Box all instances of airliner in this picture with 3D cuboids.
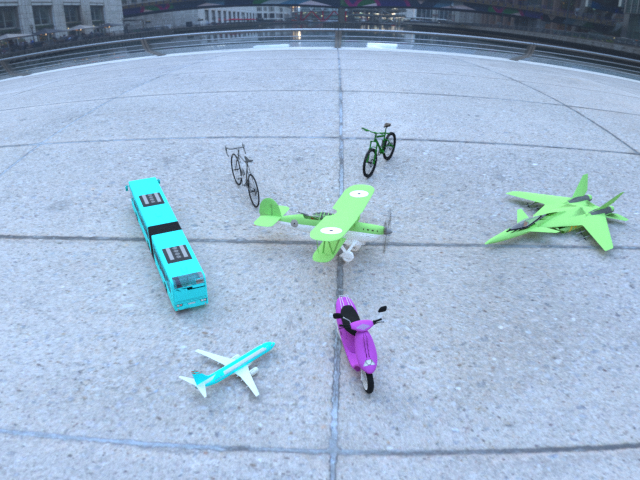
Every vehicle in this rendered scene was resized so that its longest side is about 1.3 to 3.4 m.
[{"bbox_3d":[-1.031,1.451,8.468,1.161,0.429,1.307,26,40,37],"label":"airliner"}]

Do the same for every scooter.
[{"bbox_3d":[0.433,1.126,8.536,0.662,0.919,1.399,-7,32,-12],"label":"scooter"}]

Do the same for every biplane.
[{"bbox_3d":[0.078,-0.257,10.787,2.120,0.981,2.598,8,32,14],"label":"biplane"}]

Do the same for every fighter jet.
[{"bbox_3d":[3.738,-0.418,11.467,2.640,0.557,2.229,-16,35,-25],"label":"fighter jet"}]

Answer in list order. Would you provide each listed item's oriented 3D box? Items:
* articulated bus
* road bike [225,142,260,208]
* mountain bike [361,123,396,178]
[{"bbox_3d":[-2.414,-0.054,10.854,0.605,0.561,3.401,-12,33,-20],"label":"articulated bus"},{"bbox_3d":[-1.350,-1.186,12.464,0.358,0.852,1.545,-13,33,-20],"label":"road bike"},{"bbox_3d":[1.157,-1.790,13.458,0.573,0.868,1.469,16,34,24],"label":"mountain bike"}]
